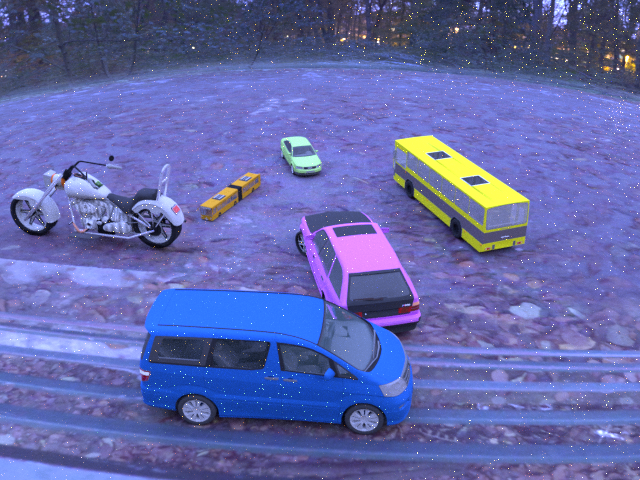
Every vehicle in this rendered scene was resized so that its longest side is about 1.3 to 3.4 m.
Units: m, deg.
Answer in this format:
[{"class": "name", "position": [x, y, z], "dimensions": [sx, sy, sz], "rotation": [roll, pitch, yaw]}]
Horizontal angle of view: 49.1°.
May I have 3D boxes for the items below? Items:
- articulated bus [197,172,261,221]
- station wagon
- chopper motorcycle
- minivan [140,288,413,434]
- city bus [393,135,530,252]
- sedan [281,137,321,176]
[{"class": "articulated bus", "position": [-1.618, -0.819, 12.805], "dimensions": [0.311, 0.289, 1.749], "rotation": [12, 30, 22]}, {"class": "station wagon", "position": [0.475, 0.228, 10.152], "dimensions": [1.327, 0.920, 3.105], "rotation": [-5, 28, -10]}, {"class": "chopper motorcycle", "position": [-3.631, -0.644, 11.202], "dimensions": [3.040, 1.480, 0.906], "rotation": [7, 29, 13]}, {"class": "minivan", "position": [-0.455, 1.288, 7.855], "dimensions": [3.011, 1.197, 1.324], "rotation": [2, 28, 4]}, {"class": "city bus", "position": [2.334, -0.859, 12.235], "dimensions": [0.926, 0.894, 3.255], "rotation": [-10, 29, -18]}, {"class": "sedan", "position": [-0.402, -1.791, 14.433], "dimensions": [0.635, 0.483, 1.613], "rotation": [-7, 29, -14]}]
